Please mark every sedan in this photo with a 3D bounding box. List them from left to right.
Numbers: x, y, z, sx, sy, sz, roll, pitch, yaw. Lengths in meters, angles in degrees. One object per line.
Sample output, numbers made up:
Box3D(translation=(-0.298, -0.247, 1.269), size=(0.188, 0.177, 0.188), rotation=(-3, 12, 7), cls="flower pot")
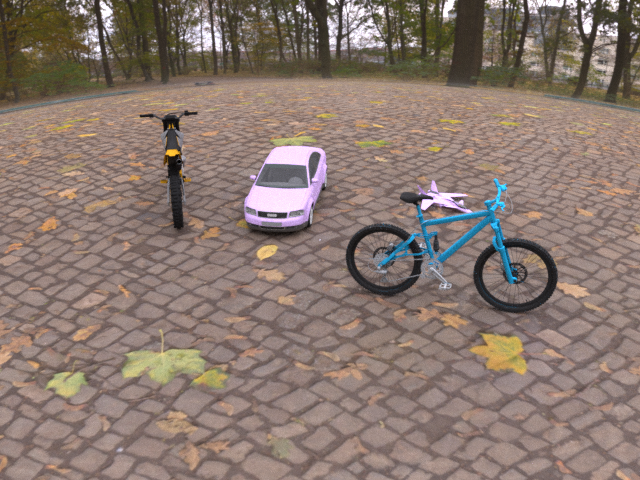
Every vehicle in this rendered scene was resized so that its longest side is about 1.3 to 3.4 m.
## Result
Box3D(translation=(-0.578, -1.090, 12.795), size=(1.235, 0.940, 3.137), rotation=(3, 26, 7), cls="sedan")

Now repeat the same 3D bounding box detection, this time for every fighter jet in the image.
Box3D(translation=(2.369, -0.728, 12.794), size=(1.147, 0.286, 1.358), rotation=(-18, 31, -33), cls="fighter jet")

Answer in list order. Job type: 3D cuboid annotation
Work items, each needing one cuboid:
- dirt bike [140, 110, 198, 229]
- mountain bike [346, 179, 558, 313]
Box3D(translation=(-2.645, -1.405, 12.611), size=(1.024, 1.666, 2.903), rotation=(-5, 26, -10), cls="dirt bike")
Box3D(translation=(1.741, 0.108, 9.401), size=(2.857, 1.688, 1.114), rotation=(7, 26, 14), cls="mountain bike")
